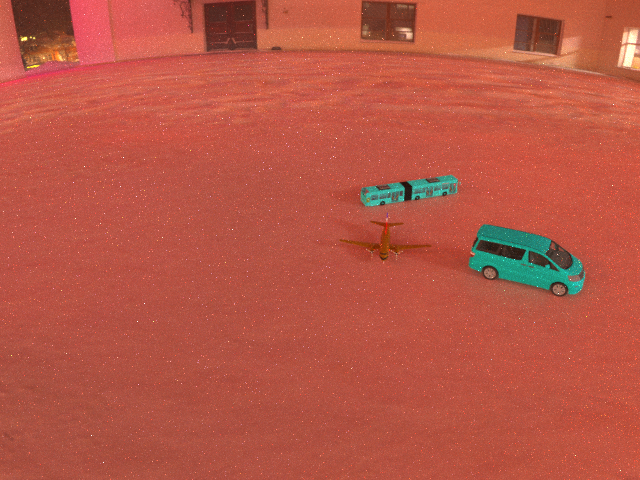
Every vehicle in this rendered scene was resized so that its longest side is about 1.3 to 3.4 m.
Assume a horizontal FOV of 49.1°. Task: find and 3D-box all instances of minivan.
[{"bbox_3d":[2.880,0.260,9.699,1.548,0.616,0.681,14,32,23],"label":"minivan"}]

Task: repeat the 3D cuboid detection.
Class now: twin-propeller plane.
[{"bbox_3d":[0.975,-0.029,10.438,1.370,0.407,1.095,4,29,6],"label":"twin-propeller plane"}]

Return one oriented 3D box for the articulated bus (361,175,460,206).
[{"bbox_3d":[1.557,-0.852,12.051,1.749,0.289,0.311,-9,30,-16],"label":"articulated bus"}]
